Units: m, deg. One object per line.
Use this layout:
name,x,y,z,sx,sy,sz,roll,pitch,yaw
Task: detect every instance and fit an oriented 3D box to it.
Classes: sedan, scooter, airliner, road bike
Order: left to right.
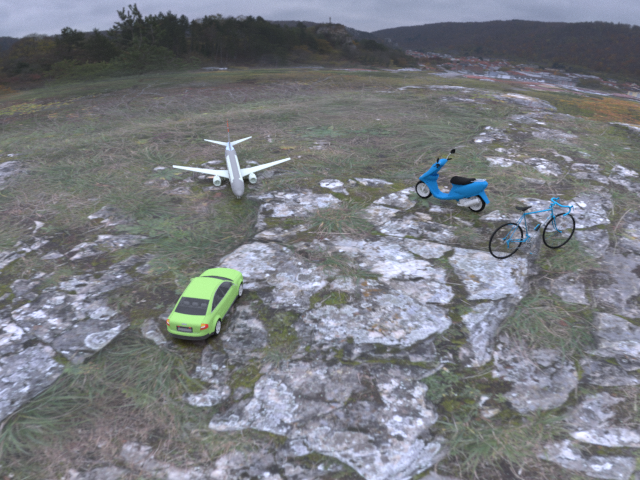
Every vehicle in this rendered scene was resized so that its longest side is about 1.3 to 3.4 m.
sedan,-1.453,0.732,9.051,0.635,0.483,1.613,6,27,11
airliner,-1.638,-1.538,13.184,2.257,0.835,2.541,-5,27,-10
scooter,2.280,-1.022,12.060,1.399,0.919,0.662,18,32,32
road bike,3.196,-0.176,10.449,1.545,0.852,0.358,-10,28,-19
